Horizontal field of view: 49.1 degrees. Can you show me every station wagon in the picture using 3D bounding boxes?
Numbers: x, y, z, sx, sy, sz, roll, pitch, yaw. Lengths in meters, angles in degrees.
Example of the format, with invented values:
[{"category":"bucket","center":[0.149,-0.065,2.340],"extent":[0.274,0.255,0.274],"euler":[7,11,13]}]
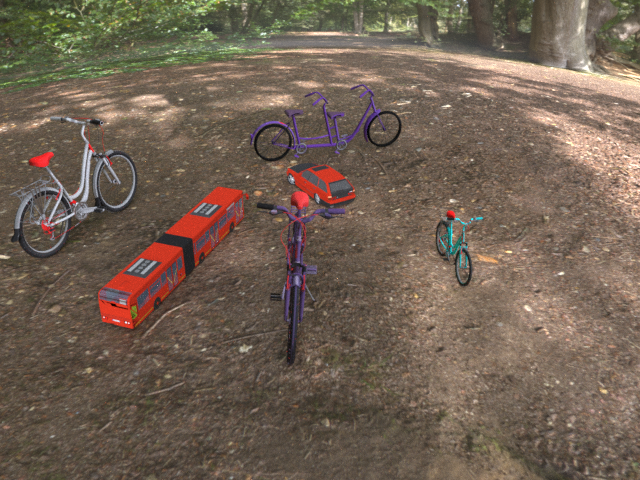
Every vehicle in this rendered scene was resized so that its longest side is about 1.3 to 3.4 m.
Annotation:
[{"category":"station wagon","center":[-0.013,-1.087,12.565],"extent":[0.682,0.473,1.597],"euler":[-17,34,-27]}]

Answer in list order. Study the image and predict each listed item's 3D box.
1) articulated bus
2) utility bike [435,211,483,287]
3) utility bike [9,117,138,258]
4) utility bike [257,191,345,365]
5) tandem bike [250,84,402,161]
[{"category":"articulated bus","center":[-2.041,0.134,10.338],"extent":[0.605,0.561,3.401],"euler":[10,31,17]},{"category":"utility bike","center":[1.999,-0.008,10.199],"extent":[0.535,0.946,1.435],"euler":[-6,30,-10]},{"category":"utility bike","center":[-3.905,-0.956,10.959],"extent":[1.039,1.839,2.791],"euler":[13,32,22]},{"category":"utility bike","center":[-0.228,0.195,8.942],"extent":[1.039,1.839,2.791],"euler":[0,30,-1]},{"category":"tandem bike","center":[0.163,-2.316,13.858],"extent":[3.192,1.326,0.550],"euler":[-9,31,-16]}]
